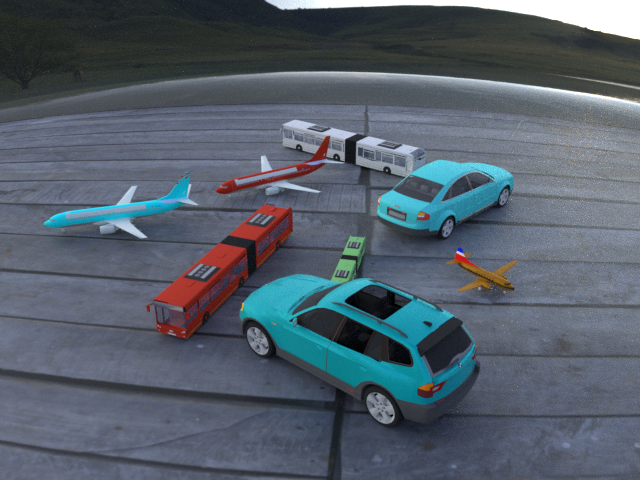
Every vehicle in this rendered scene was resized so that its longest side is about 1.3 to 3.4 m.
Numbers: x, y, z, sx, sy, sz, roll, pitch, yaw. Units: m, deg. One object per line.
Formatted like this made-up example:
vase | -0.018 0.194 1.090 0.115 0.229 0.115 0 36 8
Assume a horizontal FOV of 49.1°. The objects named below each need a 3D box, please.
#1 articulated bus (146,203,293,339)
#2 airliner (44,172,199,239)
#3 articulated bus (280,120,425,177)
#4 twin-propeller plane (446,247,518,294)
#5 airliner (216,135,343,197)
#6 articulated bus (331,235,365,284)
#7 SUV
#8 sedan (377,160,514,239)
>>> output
articulated bus | -1.302 0.332 10.304 0.605 0.561 3.401 10 29 19
airliner | -3.402 -0.645 11.935 2.541 0.835 2.257 -8 28 -15
articulated bus | 0.623 -1.967 14.859 3.401 0.561 0.605 19 32 32
twin-propeller plane | 2.394 0.454 10.233 1.370 0.407 1.095 -21 34 -36
airliner | -0.841 -1.405 13.441 2.541 0.835 2.257 -15 31 -28
articulated bus | 0.409 0.421 10.430 0.311 0.289 1.749 6 27 12
SUV | 0.374 1.046 8.260 3.058 1.128 1.276 22 34 36
sedan | 2.295 -0.897 12.320 1.235 0.940 3.137 24 35 38
